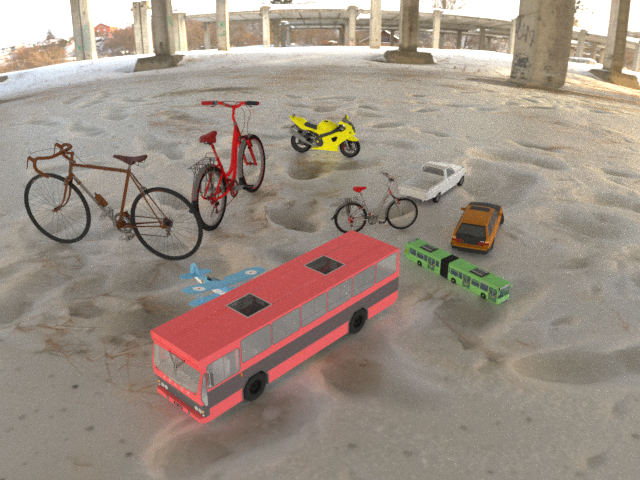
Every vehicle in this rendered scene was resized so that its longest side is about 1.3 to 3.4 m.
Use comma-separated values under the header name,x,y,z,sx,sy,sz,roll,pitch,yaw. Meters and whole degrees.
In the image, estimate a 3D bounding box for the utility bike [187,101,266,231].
name,x,y,z,sx,sy,sz,roll,pitch,yaw
utility bike,-1.595,-1.358,11.625,1.039,1.839,2.791,9,28,17

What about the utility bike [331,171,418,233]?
name,x,y,z,sx,sy,sz,roll,pitch,yaw
utility bike,0.861,-0.588,11.086,1.435,0.946,0.535,-5,27,-10

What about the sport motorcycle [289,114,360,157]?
name,x,y,z,sx,sy,sz,roll,pitch,yaw
sport motorcycle,0.091,-2.136,14.310,1.520,0.821,0.506,8,28,15

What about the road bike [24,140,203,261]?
name,x,y,z,sx,sy,sz,roll,pitch,yaw
road bike,-3.104,-0.568,10.256,3.004,1.656,0.696,8,28,16

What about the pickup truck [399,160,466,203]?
name,x,y,z,sx,sy,sz,roll,pitch,yaw
pickup truck,2.048,-1.104,12.599,0.640,0.511,1.603,18,32,32

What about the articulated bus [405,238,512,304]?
name,x,y,z,sx,sy,sz,roll,pitch,yaw
articulated bus,1.897,0.413,9.825,0.311,0.289,1.749,-20,33,-34

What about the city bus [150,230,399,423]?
name,x,y,z,sx,sy,sz,roll,pitch,yaw
city bus,-0.369,0.904,8.170,0.926,0.894,3.255,22,34,37

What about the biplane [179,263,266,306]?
name,x,y,z,sx,sy,sz,roll,pitch,yaw
biplane,-1.344,0.594,9.224,1.090,0.504,1.336,22,34,36

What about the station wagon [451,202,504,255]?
name,x,y,z,sx,sy,sz,roll,pitch,yaw
station wagon,2.504,-0.295,11.028,0.682,0.473,1.597,10,28,19
